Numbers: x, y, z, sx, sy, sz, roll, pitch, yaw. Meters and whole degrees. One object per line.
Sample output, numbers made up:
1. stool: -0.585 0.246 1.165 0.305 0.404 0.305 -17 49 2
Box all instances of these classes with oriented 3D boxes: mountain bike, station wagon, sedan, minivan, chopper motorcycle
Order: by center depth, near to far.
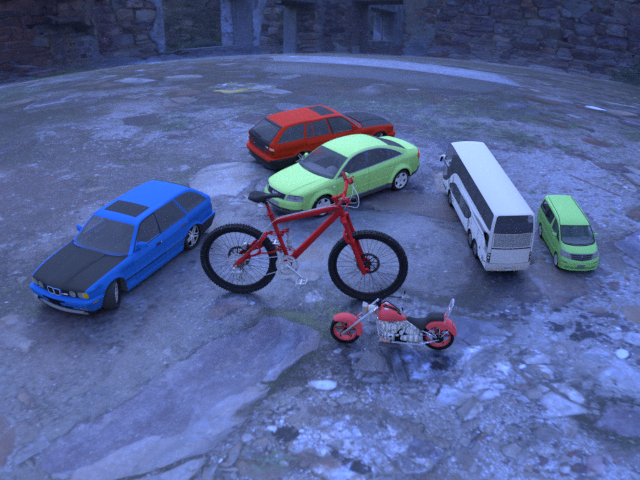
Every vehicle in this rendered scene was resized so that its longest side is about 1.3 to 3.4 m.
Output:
1. chopper motorcycle: 0.907 0.992 8.647 1.563 0.761 0.466 4 29 8
2. mountain bike: -0.234 0.049 9.394 2.857 1.688 1.114 3 29 5
3. station wagon: -2.842 -0.041 10.349 1.327 0.920 3.105 13 32 22
4. minivan: 3.827 -0.123 10.812 0.681 0.616 1.548 1 29 1
5. sedan: 0.439 -1.286 12.578 3.137 0.940 1.235 -21 35 -32
6. station wagon: 0.080 -2.228 14.299 3.105 0.920 1.327 -17 33 -27

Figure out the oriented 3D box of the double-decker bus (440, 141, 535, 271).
1. double-decker bus: 2.636 -0.670 11.349 0.756 1.052 3.251 -1 29 -3
